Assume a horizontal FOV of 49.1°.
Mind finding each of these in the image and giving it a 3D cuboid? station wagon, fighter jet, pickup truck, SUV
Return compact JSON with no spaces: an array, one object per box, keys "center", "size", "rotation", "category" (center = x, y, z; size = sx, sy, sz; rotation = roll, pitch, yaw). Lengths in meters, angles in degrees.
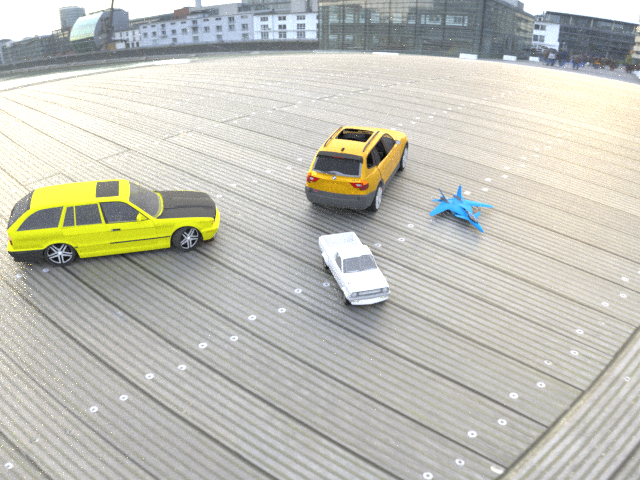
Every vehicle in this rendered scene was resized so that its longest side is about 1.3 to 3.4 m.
[{"center":[-3.101,-0.380,10.668],"size":[3.105,0.920,1.327],"rotation":[-7,30,-12],"category":"station wagon"},{"center":[2.396,-0.501,11.546],"size":[1.147,0.286,1.358],"rotation":[-8,30,-14],"category":"fighter jet"},{"center":[0.454,0.328,9.809],"size":[0.640,0.511,1.603],"rotation":[-8,30,-14],"category":"pickup truck"},{"center":[0.717,-1.484,12.459],"size":[1.276,1.128,3.058],"rotation":[10,30,17],"category":"SUV"}]
